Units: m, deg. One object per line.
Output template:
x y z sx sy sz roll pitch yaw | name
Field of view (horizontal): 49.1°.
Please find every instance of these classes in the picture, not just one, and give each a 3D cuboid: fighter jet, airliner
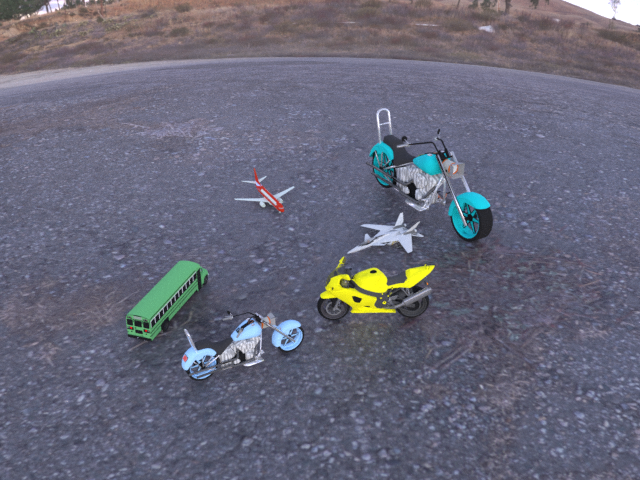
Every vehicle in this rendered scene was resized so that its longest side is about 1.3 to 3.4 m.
0.959 -0.063 11.075 1.358 0.286 1.147 -20 34 -32 | fighter jet
-0.922 -0.869 12.416 1.161 0.429 1.307 -14 31 -24 | airliner

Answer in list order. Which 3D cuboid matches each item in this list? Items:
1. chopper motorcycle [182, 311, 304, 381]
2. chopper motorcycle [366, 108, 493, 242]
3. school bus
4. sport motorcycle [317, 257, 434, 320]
-0.893 1.170 8.293 1.563 0.761 0.466 -16 32 -27 | chopper motorcycle
1.809 -1.147 11.825 0.906 1.480 3.040 -16 32 -27 | chopper motorcycle
-2.005 0.743 9.428 0.365 0.434 1.708 8 30 15 | school bus
0.719 0.674 9.148 1.520 0.821 0.506 -2 28 -4 | sport motorcycle
